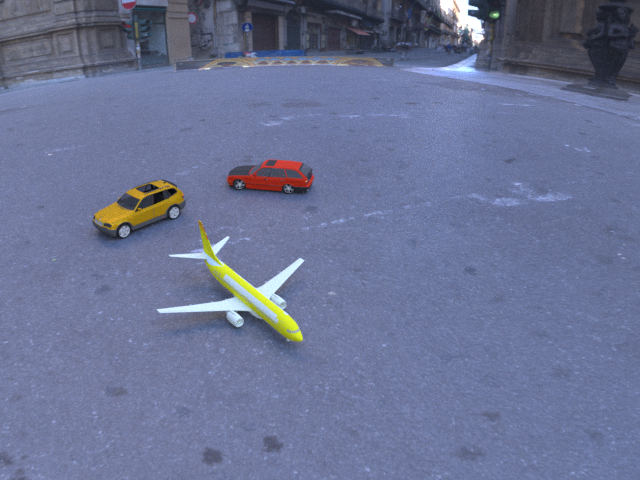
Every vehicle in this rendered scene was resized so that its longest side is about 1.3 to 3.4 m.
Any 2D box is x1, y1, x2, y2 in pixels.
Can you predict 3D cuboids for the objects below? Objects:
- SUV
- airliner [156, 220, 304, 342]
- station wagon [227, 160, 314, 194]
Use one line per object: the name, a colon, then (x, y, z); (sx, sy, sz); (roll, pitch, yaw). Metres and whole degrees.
SUV: (-2.981, -0.550, 11.573); (0.656, 0.580, 1.572); (24, 36, 38)
airliner: (-0.984, 0.533, 9.210); (2.257, 0.835, 2.541); (-19, 33, -32)
station wagon: (-0.930, -1.215, 12.972); (1.597, 0.473, 0.682); (5, 28, 10)
